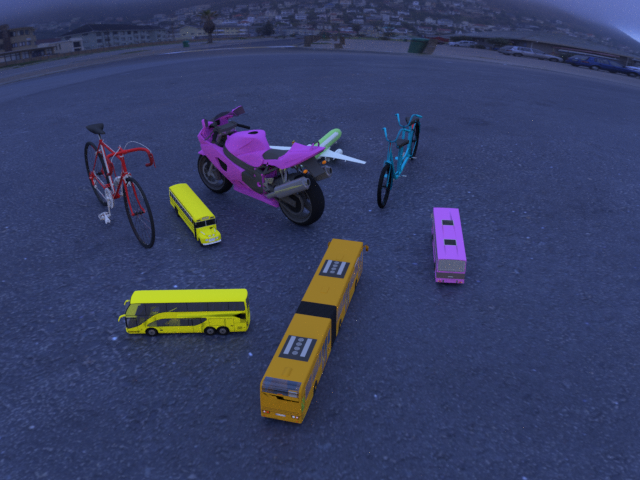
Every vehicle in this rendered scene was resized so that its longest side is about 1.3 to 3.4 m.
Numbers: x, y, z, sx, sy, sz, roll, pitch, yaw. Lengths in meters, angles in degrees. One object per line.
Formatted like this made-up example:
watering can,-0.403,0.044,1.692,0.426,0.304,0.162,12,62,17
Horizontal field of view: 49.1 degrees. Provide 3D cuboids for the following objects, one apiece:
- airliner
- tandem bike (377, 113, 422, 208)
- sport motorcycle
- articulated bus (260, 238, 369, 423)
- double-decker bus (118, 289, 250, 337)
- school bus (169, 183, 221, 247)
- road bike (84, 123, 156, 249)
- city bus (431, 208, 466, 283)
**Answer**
airliner,-0.047,-1.999,14.117,2.257,0.835,2.541,12,31,20
tandem bike,1.529,-1.725,13.125,0.550,1.326,3.192,10,31,17
sport motorcycle,-1.078,-1.271,12.037,2.955,1.596,0.983,21,35,33
articulated bus,0.000,1.000,9.038,0.605,0.561,3.401,7,30,13
double-decker bus,-1.759,0.941,9.165,1.672,0.541,0.389,-1,29,-1
school bus,-2.101,-0.432,11.727,0.365,0.434,1.708,-14,32,-24
road bike,-3.372,-1.005,11.499,0.696,1.656,3.004,-19,34,-30
city bus,1.967,0.078,10.790,0.476,0.460,1.674,3,29,5
